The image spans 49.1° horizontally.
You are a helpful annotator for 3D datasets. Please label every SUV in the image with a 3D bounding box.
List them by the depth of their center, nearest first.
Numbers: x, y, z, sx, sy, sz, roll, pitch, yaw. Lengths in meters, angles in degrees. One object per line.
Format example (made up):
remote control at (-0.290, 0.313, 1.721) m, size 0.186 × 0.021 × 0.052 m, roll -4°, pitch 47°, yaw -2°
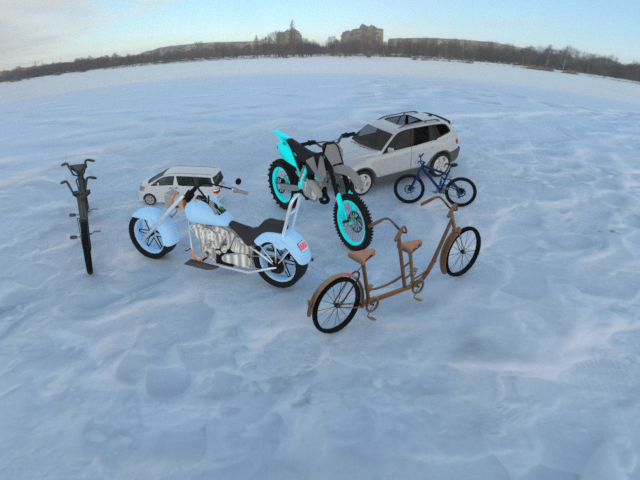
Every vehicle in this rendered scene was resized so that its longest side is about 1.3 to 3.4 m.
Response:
SUV at (1.311, -1.771, 13.648) m, size 3.058 × 1.128 × 1.276 m, roll -15°, pitch 30°, yaw -28°

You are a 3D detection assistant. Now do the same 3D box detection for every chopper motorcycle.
chopper motorcycle at (-1.517, -0.202, 10.037) m, size 3.040 × 1.480 × 0.906 m, roll 12°, pitch 29°, yaw 24°

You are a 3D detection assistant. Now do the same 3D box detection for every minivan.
minivan at (-2.510, -0.992, 12.638) m, size 1.548 × 0.616 × 0.681 m, roll 4°, pitch 26°, yaw 7°

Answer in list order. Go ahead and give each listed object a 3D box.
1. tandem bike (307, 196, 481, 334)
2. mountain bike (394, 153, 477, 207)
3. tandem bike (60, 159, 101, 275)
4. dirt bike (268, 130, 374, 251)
tandem bike at (1.098, 0.258, 9.271) m, size 3.192 × 1.326 × 0.550 m, roll -19°, pitch 32°, yaw -34°
mountain bike at (2.048, -1.024, 12.417) m, size 1.469 × 0.868 × 0.573 m, roll 4°, pitch 26°, yaw 9°
tandem bike at (-3.759, -0.622, 11.072) m, size 0.550 × 1.326 × 3.192 m, roll -8°, pitch 27°, yaw -16°
dirt bike at (-0.049, -0.961, 11.378) m, size 1.024 × 1.666 × 2.903 m, roll -17°, pitch 31°, yaw -31°
